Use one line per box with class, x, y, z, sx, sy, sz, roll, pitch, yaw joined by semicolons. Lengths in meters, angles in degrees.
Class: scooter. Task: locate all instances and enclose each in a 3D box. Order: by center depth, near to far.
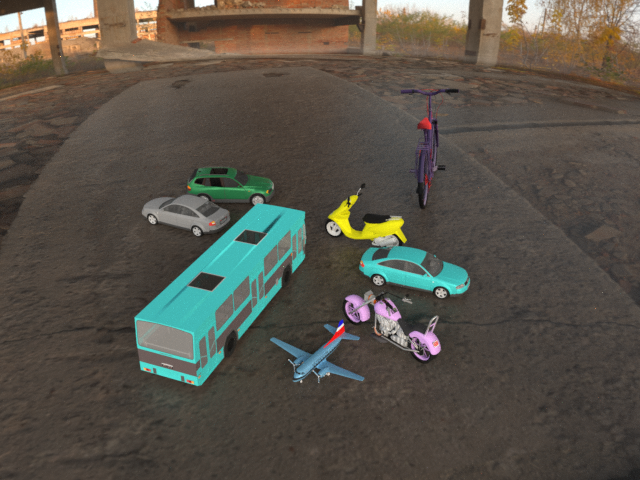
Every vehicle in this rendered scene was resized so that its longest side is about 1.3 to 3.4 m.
scooter;0.712;-0.338;11.069;1.399;0.919;0.662;13;32;23

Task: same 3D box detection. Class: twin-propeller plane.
twin-propeller plane;0.002;1.367;8.532;1.370;0.407;1.095;19;34;30

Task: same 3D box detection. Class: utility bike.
utility bike;1.889;-1.778;12.711;1.039;1.839;2.791;7;30;12

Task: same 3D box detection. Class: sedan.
sedan;1.372;0.412;10.169;1.613;0.483;0.635;11;31;19
sedan;-2.279;-0.486;11.782;1.613;0.483;0.635;14;32;23

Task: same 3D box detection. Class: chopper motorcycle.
chopper motorcycle;0.881;0.982;8.859;0.466;0.761;1.563;-25;37;-37

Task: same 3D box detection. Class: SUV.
SUV;-1.609;-0.983;12.575;1.572;0.580;0.656;0;29;0

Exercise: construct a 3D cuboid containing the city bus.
city bus;-1.171;0.619;9.375;0.926;0.894;3.255;11;31;19
